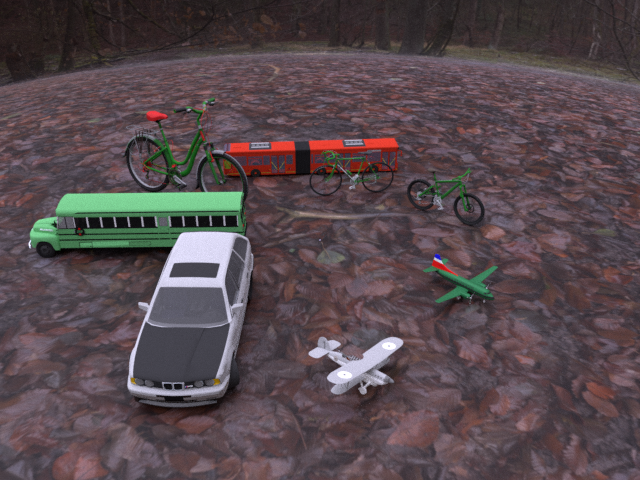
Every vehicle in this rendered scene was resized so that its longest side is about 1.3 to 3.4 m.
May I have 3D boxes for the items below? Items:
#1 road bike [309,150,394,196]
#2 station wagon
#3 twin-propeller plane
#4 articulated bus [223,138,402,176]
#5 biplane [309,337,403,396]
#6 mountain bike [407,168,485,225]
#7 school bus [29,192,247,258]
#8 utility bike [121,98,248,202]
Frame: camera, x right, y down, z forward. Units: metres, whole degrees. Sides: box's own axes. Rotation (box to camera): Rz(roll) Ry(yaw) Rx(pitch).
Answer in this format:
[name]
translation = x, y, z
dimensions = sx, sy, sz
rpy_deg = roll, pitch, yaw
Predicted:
[road bike]
translation = 0.573, -1.211, 12.544
dimensions = 1.545, 0.852, 0.358
rpy_deg = -4, 29, -8
[station wagon]
translation = -1.554, 0.798, 8.828
dimensions = 1.327, 0.920, 3.105
rpy_deg = 0, 29, 1
[twin-propeller plane]
translation = 1.996, 0.547, 9.816
dimensions = 1.370, 0.407, 1.095
rpy_deg = -24, 37, -36
[articulated bus]
translation = -0.153, -1.603, 13.555
dimensions = 3.401, 0.561, 0.605
rpy_deg = -2, 29, -4
[biplane]
translation = 0.410, 1.431, 8.112
dimensions = 1.090, 0.504, 1.336
rpy_deg = 21, 35, 33
[mountain bike]
translation = 2.103, -0.781, 11.746
dimensions = 1.469, 0.868, 0.573
rpy_deg = 21, 35, 33
[school bus]
translation = -2.819, -0.264, 10.833
dimensions = 3.322, 0.844, 0.709
rpy_deg = -1, 29, -1
[utility bike]
translation = -2.370, -1.582, 12.195
dimensions = 2.791, 1.839, 1.039
rpy_deg = 15, 32, 25
